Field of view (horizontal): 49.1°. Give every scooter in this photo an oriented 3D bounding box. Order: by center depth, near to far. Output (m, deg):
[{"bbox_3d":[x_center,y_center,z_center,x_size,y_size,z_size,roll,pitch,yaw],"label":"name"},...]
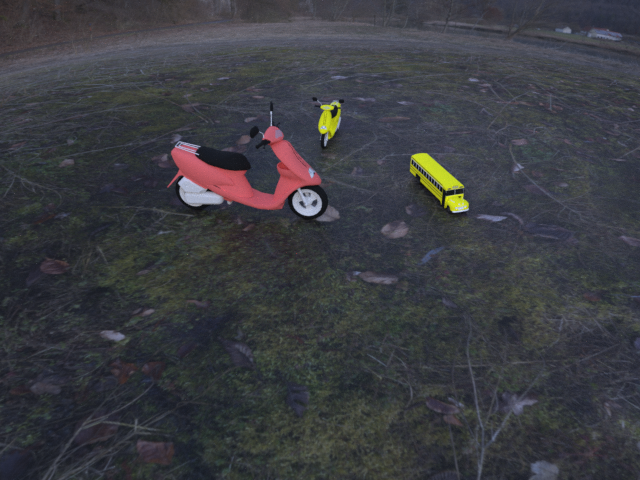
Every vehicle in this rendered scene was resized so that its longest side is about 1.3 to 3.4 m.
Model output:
[{"bbox_3d":[-1.205,-1.217,11.378,2.721,1.786,1.288,5,31,9],"label":"scooter"},{"bbox_3d":[0.201,-2.532,14.422,0.662,0.919,1.399,7,32,12],"label":"scooter"}]

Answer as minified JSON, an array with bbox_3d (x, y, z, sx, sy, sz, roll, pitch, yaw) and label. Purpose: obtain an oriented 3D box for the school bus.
[{"bbox_3d":[2.100,-1.006,12.343,0.365,0.434,1.708,-10,32,-16],"label":"school bus"}]
